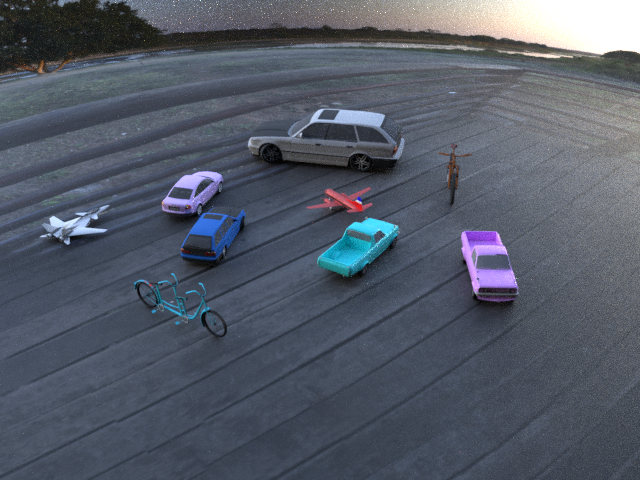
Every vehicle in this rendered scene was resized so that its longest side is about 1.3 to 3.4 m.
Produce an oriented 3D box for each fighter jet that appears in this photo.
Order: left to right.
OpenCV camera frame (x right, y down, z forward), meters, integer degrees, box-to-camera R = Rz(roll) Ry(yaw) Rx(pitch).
[{"bbox_3d":[-3.960,-0.374,11.634,1.147,0.286,1.358,13,32,21],"label":"fighter jet"}]

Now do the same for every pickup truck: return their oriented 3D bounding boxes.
[{"bbox_3d":[0.612,0.062,10.645,0.640,0.511,1.603,18,34,28],"label":"pickup truck"},{"bbox_3d":[2.456,0.307,10.216,0.640,0.511,1.603,1,30,2],"label":"pickup truck"}]

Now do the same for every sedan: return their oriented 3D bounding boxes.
[{"bbox_3d":[-2.220,-0.891,12.341,0.635,0.483,1.613,8,31,14],"label":"sedan"}]

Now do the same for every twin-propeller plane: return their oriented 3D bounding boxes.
[{"bbox_3d":[0.399,-0.725,12.126,1.370,0.407,1.095,-19,35,-30],"label":"twin-propeller plane"}]

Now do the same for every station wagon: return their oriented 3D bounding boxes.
[{"bbox_3d":[-1.666,-0.179,11.104,0.682,0.473,1.597,6,30,11],"label":"station wagon"},{"bbox_3d":[0.107,-2.086,13.993,3.105,0.920,1.327,7,30,11],"label":"station wagon"}]

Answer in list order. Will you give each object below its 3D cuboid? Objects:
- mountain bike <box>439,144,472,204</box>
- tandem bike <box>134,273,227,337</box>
[{"bbox_3d":[2.387,-1.259,12.598,0.573,0.868,1.469,4,30,7],"label":"mountain bike"},{"bbox_3d":[-1.866,0.785,9.207,1.642,0.682,0.283,18,34,29],"label":"tandem bike"}]
